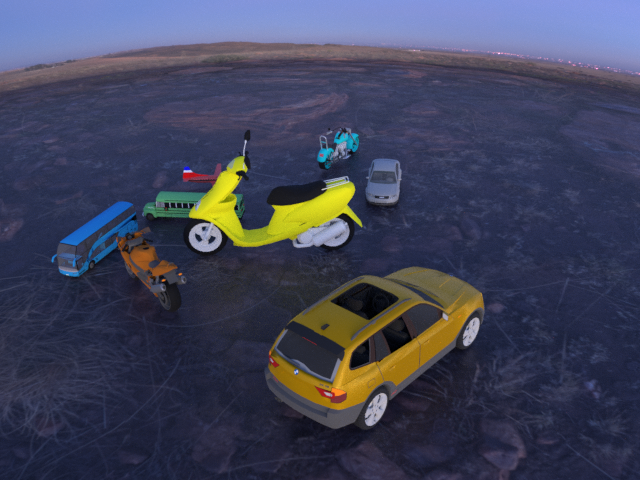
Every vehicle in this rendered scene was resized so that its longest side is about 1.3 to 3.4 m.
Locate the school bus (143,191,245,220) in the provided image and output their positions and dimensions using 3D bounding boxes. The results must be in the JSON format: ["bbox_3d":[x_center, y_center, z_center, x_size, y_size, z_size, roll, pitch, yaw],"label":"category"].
[{"bbox_3d":[-2.140,-0.562,11.791,1.708,0.434,0.365,2,28,4],"label":"school bus"}]

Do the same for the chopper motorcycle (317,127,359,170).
[{"bbox_3d":[0.393,-1.927,14.008,0.466,0.761,1.563,15,31,25],"label":"chopper motorcycle"}]

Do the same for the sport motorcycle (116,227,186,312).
[{"bbox_3d":[-2.332,0.393,9.584,0.506,0.821,1.520,-21,35,-34],"label":"sport motorcycle"}]

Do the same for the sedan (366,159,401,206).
[{"bbox_3d":[1.170,-1.120,12.788,0.635,0.483,1.613,4,28,7],"label":"sedan"}]

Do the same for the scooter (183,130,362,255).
[{"bbox_3d":[-0.715,-0.607,10.436,2.721,1.786,1.288,-2,28,-5],"label":"scooter"}]

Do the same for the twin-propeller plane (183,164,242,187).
[{"bbox_3d":[-1.996,-1.187,12.995,1.095,0.407,1.370,-2,28,-5],"label":"twin-propeller plane"}]

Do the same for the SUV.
[{"bbox_3d":[0.742,0.998,8.119,1.276,1.128,3.058,23,36,36],"label":"SUV"}]

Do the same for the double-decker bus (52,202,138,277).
[{"bbox_3d":[-3.378,-0.020,10.658,0.389,0.541,1.672,10,29,17],"label":"double-decker bus"}]
